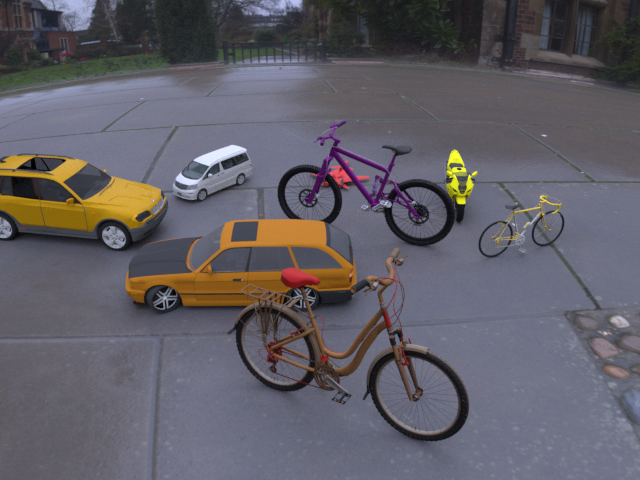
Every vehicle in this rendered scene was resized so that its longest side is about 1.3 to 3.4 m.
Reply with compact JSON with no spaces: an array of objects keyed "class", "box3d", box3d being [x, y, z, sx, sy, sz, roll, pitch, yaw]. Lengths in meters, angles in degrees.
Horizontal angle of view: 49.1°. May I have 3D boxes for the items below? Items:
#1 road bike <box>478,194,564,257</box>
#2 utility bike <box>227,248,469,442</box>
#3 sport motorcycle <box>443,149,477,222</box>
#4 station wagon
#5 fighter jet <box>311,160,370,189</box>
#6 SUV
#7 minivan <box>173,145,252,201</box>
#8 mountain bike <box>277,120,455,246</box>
[{"class":"road bike","box3d":[3.049,-0.205,10.486,1.545,0.852,0.358,-11,29,-19]},{"class":"utility bike","box3d":[0.248,0.952,7.205,2.791,1.839,1.039,14,31,25]},{"class":"sport motorcycle","box3d":[2.339,-0.939,11.924,0.506,0.821,1.520,2,28,4]},{"class":"station wagon","box3d":[-1.063,0.278,9.487,3.105,0.920,1.327,-1,28,-1]},{"class":"fighter jet","box3d":[0.392,-1.349,13.286,1.147,0.286,1.358,6,28,12]},{"class":"SUV","box3d":[-3.978,-0.678,11.092,3.058,1.128,1.276,5,28,9]},{"class":"minivan","box3d":[-1.955,-1.225,12.692,0.681,0.616,1.548,22,34,35]},{"class":"mountain bike","box3d":[0.670,-0.814,10.749,2.857,1.688,1.114,9,29,17]}]
